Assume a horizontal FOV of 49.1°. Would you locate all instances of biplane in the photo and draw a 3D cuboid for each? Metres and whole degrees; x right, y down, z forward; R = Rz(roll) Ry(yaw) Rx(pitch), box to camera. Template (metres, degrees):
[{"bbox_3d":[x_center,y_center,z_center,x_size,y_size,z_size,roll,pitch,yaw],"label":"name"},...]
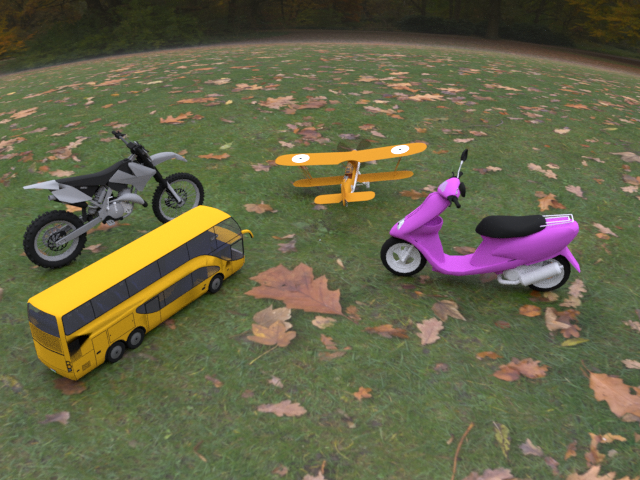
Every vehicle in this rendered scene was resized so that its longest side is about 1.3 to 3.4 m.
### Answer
[{"bbox_3d":[0.464,-1.079,11.889,2.598,0.981,2.120,4,31,7],"label":"biplane"}]

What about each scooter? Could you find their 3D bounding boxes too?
[{"bbox_3d":[2.197,-0.159,9.519,2.721,1.786,1.288,6,31,10],"label":"scooter"}]

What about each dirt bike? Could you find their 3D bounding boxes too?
[{"bbox_3d":[-3.048,-0.652,10.480,2.903,1.666,1.024,-22,37,-32],"label":"dirt bike"}]

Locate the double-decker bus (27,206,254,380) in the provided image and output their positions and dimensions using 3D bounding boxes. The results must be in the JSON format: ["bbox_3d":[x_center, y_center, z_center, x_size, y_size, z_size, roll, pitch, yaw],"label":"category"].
[{"bbox_3d":[-2.180,0.532,9.065,0.756,1.052,3.251,19,35,29],"label":"double-decker bus"}]
